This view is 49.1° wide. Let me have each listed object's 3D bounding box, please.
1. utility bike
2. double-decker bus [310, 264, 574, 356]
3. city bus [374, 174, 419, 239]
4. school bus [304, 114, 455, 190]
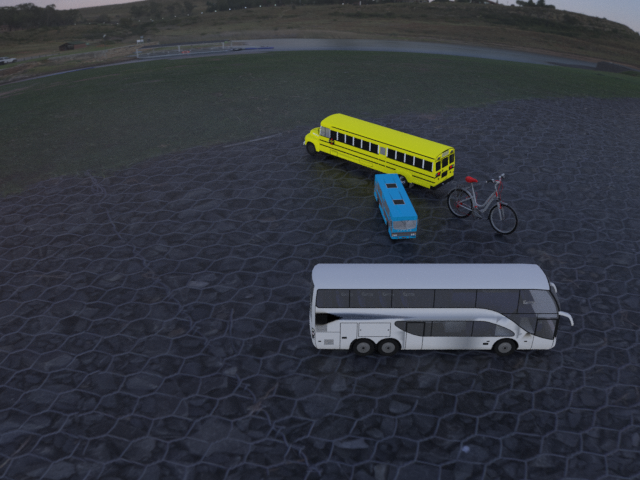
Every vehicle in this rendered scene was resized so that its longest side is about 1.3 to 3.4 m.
[{"bbox_3d":[2.732,-0.692,11.724,1.435,0.946,0.535,26,39,37],"label":"utility bike"},{"bbox_3d":[1.492,0.865,8.926,3.251,1.052,0.756,0,30,0],"label":"double-decker bus"},{"bbox_3d":[1.278,-0.586,12.025,0.476,0.460,1.674,-3,30,-5],"label":"city bus"},{"bbox_3d":[1.050,-1.790,13.723,3.322,0.844,0.709,24,38,35],"label":"school bus"}]
